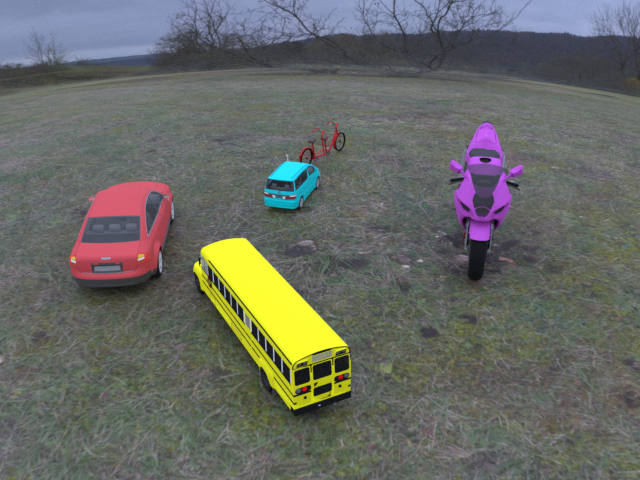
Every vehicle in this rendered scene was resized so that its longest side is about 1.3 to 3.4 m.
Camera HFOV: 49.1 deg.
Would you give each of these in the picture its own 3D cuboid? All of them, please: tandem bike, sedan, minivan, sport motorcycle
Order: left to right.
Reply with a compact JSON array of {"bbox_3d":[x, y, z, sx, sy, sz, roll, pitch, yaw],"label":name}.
[{"bbox_3d":[-2.890,-0.301,10.455,1.235,0.940,3.137,-2,27,-4],"label":"sedan"},{"bbox_3d":[-0.460,-1.041,12.294,0.681,0.616,1.548,8,28,15],"label":"minivan"},{"bbox_3d":[0.062,-1.935,14.005,0.283,0.682,1.642,17,31,30],"label":"tandem bike"},{"bbox_3d":[2.404,-0.659,10.435,0.983,1.596,2.955,6,27,11],"label":"sport motorcycle"}]

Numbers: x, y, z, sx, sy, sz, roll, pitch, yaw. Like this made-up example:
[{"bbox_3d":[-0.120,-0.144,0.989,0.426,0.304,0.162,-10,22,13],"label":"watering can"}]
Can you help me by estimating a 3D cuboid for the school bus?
[{"bbox_3d":[-0.728,0.814,8.335,0.709,0.844,3.322,-13,29,-24],"label":"school bus"}]
